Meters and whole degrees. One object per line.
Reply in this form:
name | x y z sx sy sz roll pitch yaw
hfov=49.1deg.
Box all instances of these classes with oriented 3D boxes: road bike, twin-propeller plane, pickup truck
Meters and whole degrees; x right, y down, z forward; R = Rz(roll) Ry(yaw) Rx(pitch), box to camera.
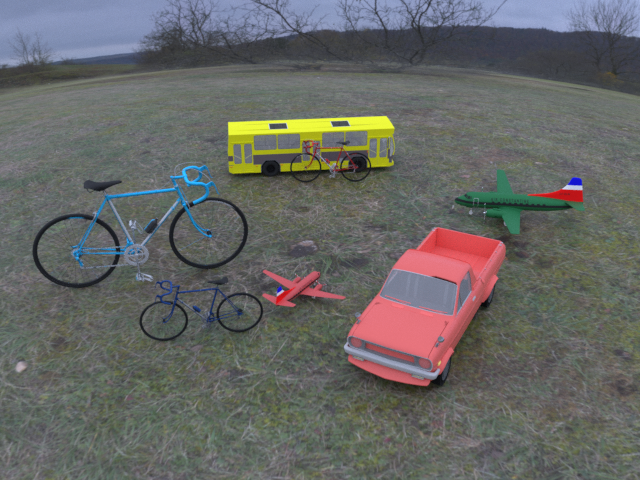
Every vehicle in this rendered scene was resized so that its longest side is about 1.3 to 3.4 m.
road bike | 0.204 -1.492 13.247 1.545 0.852 0.358 -1 28 -2
road bike | -1.486 0.857 8.779 1.545 0.852 0.358 -5 28 -10
twin-propeller plane | -0.291 0.626 9.696 1.370 0.407 1.095 17 32 29
road bike | -2.505 -0.183 9.894 3.004 1.656 0.697 -8 29 -15
twin-propeller plane | 3.372 -0.741 11.884 2.129 0.792 2.663 4 28 7
pickup truck | 1.461 0.652 9.017 1.244 0.993 3.117 14 31 24

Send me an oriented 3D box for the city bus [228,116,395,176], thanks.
city bus | -0.193 -1.855 13.892 3.255 0.894 0.926 -3 28 -6
